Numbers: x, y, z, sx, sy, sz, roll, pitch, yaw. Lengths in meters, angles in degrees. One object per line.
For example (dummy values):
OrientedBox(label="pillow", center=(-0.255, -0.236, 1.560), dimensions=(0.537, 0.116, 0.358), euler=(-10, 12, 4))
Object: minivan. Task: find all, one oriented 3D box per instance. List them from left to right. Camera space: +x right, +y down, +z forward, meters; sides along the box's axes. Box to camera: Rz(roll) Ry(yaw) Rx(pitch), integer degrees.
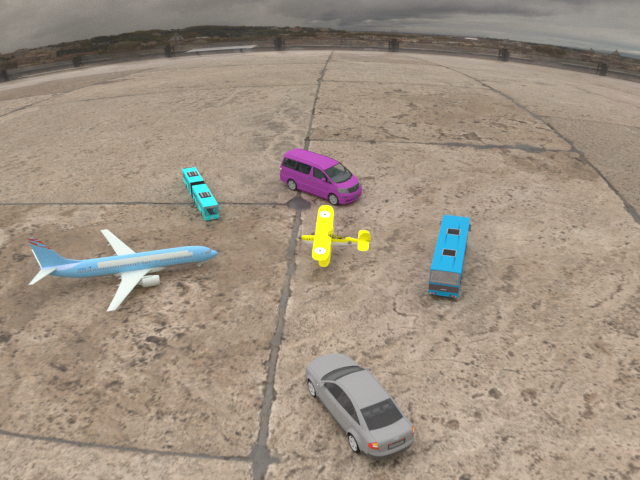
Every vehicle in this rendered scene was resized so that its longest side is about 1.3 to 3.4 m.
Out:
OrientedBox(label="minivan", center=(0.017, -1.125, 12.307), dimensions=(1.548, 0.616, 0.681), euler=(22, 36, 33))

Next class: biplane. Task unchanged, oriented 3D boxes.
OrientedBox(label="biplane", center=(0.208, 0.009, 10.387), dimensions=(1.090, 0.504, 1.336), euler=(2, 29, 4))

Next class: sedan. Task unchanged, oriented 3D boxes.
OrientedBox(label="sedan", center=(0.382, 1.663, 7.442), dimensions=(0.635, 0.483, 1.613), euler=(-15, 32, -24))

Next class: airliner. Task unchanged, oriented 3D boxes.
OrientedBox(label="airliner", center=(-2.701, 0.166, 9.765), dimensions=(2.541, 0.835, 2.257), euler=(-9, 30, -15))

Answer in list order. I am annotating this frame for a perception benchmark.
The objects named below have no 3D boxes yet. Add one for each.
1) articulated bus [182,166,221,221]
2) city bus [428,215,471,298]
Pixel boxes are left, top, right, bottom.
OrientedBox(label="articulated bus", center=(-2.080, -0.826, 12.106), dimensions=(0.311, 0.289, 1.749), euler=(-11, 31, -19))
OrientedBox(label="city bus", center=(1.867, 0.224, 10.047), dimensions=(0.476, 0.460, 1.674), euler=(7, 30, 13))
